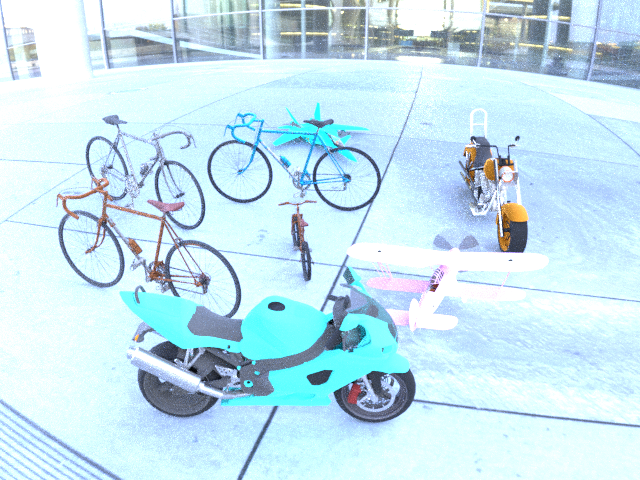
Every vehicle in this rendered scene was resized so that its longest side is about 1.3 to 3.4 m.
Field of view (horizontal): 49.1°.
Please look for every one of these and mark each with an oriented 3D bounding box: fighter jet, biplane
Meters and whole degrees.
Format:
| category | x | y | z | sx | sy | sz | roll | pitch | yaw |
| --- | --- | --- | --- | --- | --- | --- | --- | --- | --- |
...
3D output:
| category | x | y | z | sx | sy | sz | roll | pitch | yaw |
| --- | --- | --- | --- | --- | --- | --- | --- | --- | --- |
| fighter jet | 0.141 | -2.235 | 14.670 | 2.229 | 0.557 | 2.640 | -13 | 30 | -23 |
| biplane | 1.435 | 0.581 | 8.882 | 2.598 | 0.981 | 2.120 | 12 | 30 | 22 |

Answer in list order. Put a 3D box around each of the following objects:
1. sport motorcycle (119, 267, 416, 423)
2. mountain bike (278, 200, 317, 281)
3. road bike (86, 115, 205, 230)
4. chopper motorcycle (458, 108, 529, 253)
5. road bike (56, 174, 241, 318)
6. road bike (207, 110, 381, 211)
| category | x | y | z | sx | sy | sz | roll | pitch | yaw |
| --- | --- | --- | --- | --- | --- | --- | --- | --- | --- |
| sport motorcycle | -0.488 | 1.168 | 7.109 | 2.955 | 1.596 | 0.983 | 2 | 28 | 3 |
| mountain bike | -0.277 | -0.048 | 10.193 | 0.573 | 0.868 | 1.469 | -5 | 28 | -10 |
| road bike | -2.964 | -1.191 | 11.515 | 3.004 | 1.656 | 0.696 | 20 | 34 | 33 |
| chopper motorcycle | 2.831 | -1.009 | 11.360 | 0.906 | 1.480 | 3.040 | -1 | 28 | -2 |
| road bike | -2.301 | 0.110 | 9.051 | 3.004 | 1.656 | 0.696 | 14 | 31 | 24 |
| road bike | -0.466 | -1.308 | 11.738 | 3.004 | 1.656 | 0.696 | 5 | 28 | 9 |
